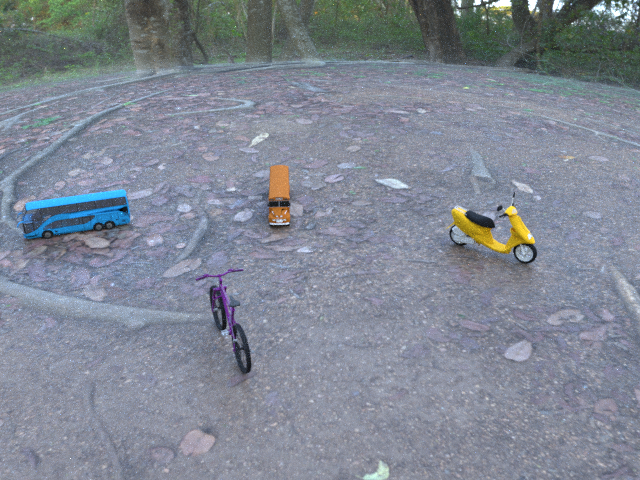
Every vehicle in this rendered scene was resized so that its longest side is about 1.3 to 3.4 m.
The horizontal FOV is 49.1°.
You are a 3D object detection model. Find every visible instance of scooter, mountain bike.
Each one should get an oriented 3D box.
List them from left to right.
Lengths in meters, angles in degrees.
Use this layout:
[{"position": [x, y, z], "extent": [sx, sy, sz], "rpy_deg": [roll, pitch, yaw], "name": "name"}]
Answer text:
[{"position": [-1.059, 0.882, 8.101], "extent": [0.573, 0.868, 1.469], "rpy_deg": [-11, 29, -21], "name": "mountain bike"}, {"position": [2.503, -0.213, 10.166], "extent": [1.399, 0.919, 0.662], "rpy_deg": [17, 32, 29], "name": "scooter"}]

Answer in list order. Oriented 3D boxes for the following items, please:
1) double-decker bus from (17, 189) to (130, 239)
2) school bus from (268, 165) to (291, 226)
[{"position": [-3.835, -0.397, 10.935], "extent": [1.672, 0.541, 0.389], "rpy_deg": [-10, 29, -18], "name": "double-decker bus"}, {"position": [-0.681, -0.753, 11.740], "extent": [0.365, 0.434, 1.708], "rpy_deg": [-1, 27, -2], "name": "school bus"}]
